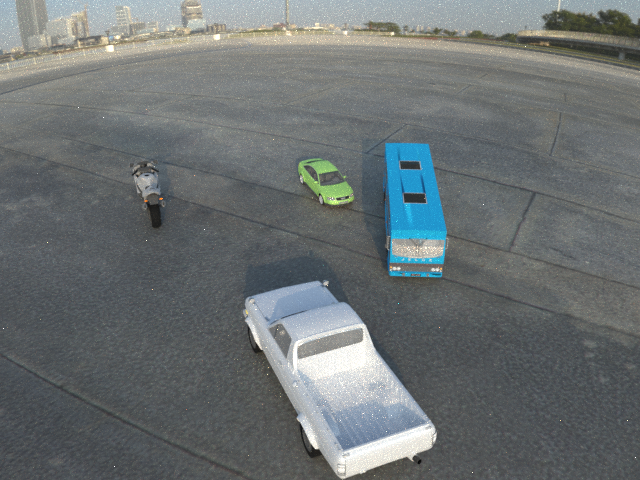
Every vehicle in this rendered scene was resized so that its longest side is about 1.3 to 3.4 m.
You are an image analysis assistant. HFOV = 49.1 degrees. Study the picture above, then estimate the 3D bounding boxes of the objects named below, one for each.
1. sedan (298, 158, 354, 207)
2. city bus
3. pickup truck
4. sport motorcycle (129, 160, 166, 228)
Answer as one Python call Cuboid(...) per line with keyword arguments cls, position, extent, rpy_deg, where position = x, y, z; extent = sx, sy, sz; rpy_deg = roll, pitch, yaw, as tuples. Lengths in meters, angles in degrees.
Cuboid(cls="sedan", position=(0.101, -1.113, 12.857), extent=(0.635, 0.483, 1.613), rpy_deg=(-12, 33, -20))
Cuboid(cls="city bus", position=(1.488, -0.562, 11.515), extent=(0.926, 0.894, 3.255), rpy_deg=(2, 30, 3))
Cuboid(cls="pickup truck", position=(0.089, 1.391, 8.094), extent=(1.244, 0.993, 3.117), rpy_deg=(-12, 33, -20))
Cuboid(cls="sport motorcycle", position=(-2.934, -0.823, 12.031), extent=(0.506, 0.821, 1.520), rpy_deg=(-10, 32, -17))
